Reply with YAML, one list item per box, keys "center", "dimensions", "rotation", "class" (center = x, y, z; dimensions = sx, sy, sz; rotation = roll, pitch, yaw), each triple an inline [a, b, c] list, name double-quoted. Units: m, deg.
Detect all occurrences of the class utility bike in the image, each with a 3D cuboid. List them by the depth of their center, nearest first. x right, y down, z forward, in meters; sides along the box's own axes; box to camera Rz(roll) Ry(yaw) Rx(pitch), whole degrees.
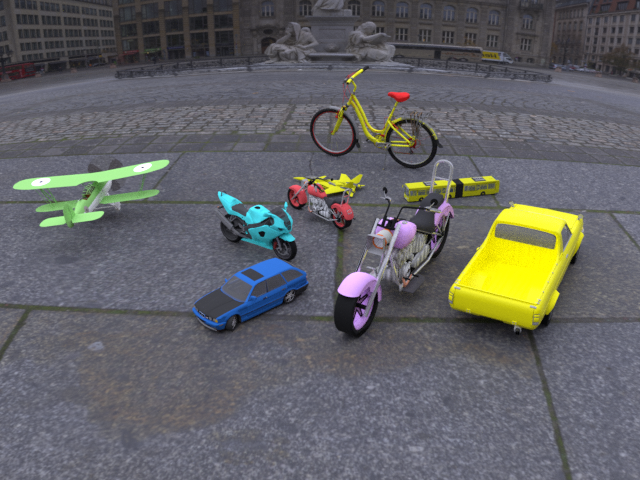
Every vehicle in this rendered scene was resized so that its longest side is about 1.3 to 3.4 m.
- center: [1.023, -2.324, 13.572]
  dimensions: [2.791, 1.839, 1.039]
  rotation: [12, 29, 22]
  class: "utility bike"

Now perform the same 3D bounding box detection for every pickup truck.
- center: [2.768, 0.200, 9.525]
  dimensions: [1.244, 0.993, 3.117]
  rotation: [14, 30, 25]
  class: "pickup truck"

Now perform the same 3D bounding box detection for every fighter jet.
- center: [0.100, -1.111, 12.895]
  dimensions: [1.358, 0.286, 1.147]
  rotation: [13, 30, 24]
  class: "fighter jet"

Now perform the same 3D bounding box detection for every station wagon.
- center: [-0.905, 0.664, 9.183]
  dimensions: [1.597, 0.473, 0.682]
  rotation: [-23, 35, -38]
  class: "station wagon"

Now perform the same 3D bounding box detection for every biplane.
- center: [-3.745, -0.676, 11.268]
  dimensions: [2.598, 0.981, 2.120]
  rotation: [1, 27, 1]
  class: "biplane"

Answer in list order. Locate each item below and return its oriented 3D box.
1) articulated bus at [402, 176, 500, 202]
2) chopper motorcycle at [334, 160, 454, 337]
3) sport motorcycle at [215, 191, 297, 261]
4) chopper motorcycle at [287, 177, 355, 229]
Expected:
- center: [2.348, -0.919, 12.513]
  dimensions: [1.749, 0.289, 0.311]
  rotation: [-6, 27, -12]
  class: "articulated bus"
- center: [1.062, 0.032, 9.318]
  dimensions: [0.906, 1.480, 3.040]
  rotation: [16, 31, 28]
  class: "chopper motorcycle"
- center: [-0.955, -0.218, 10.540]
  dimensions: [1.520, 0.821, 0.506]
  rotation: [19, 32, 32]
  class: "sport motorcycle"
- center: [-0.016, -0.700, 11.559]
  dimensions: [0.466, 0.761, 1.563]
  rotation: [-21, 34, -35]
  class: "chopper motorcycle"
